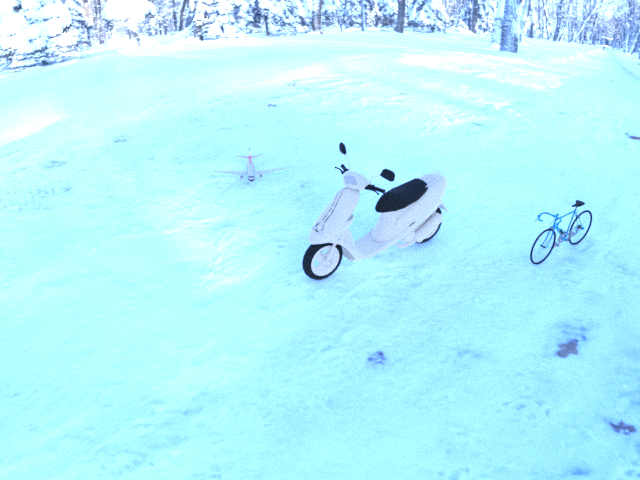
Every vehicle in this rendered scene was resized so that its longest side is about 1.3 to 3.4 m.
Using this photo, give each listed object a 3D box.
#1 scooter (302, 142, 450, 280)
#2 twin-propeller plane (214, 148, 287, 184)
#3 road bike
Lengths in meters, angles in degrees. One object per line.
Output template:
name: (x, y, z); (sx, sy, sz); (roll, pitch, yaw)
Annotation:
scooter: (0.896, -0.492, 10.400); (2.721, 1.786, 1.288); (-18, 35, -28)
twin-propeller plane: (-1.321, -1.406, 13.307); (1.370, 0.407, 1.095); (-3, 31, -6)
road bike: (3.742, -0.157, 10.752); (1.545, 0.852, 0.358); (-22, 37, -32)
